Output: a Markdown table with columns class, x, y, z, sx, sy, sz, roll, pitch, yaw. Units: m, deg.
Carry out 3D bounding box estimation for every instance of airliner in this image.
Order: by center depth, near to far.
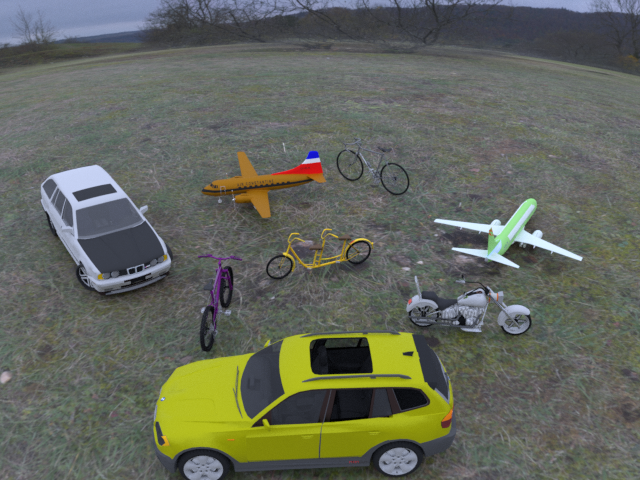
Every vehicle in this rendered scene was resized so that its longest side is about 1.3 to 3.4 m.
| class | x | y | z | sx | sy | sz | roll | pitch | yaw |
| --- | --- | --- | --- | --- | --- | --- | --- | --- | --- |
| airliner | 2.926 | -0.302 | 10.631 | 2.257 | 0.835 | 2.541 | 17 | 34 | 26 |

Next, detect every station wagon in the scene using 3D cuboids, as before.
| class | x | y | z | sx | sy | sz | roll | pitch | yaw |
| --- | --- | --- | --- | --- | --- | --- | --- | --- | --- |
| station wagon | -3.297 | -0.290 | 10.527 | 1.327 | 0.920 | 3.105 | -18 | 35 | -28 |

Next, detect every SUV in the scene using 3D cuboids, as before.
| class | x | y | z | sx | sy | sz | roll | pitch | yaw |
| --- | --- | --- | --- | --- | --- | --- | --- | --- | --- |
| SUV | -0.158 | 1.596 | 7.102 | 3.058 | 1.128 | 1.276 | -2 | 30 | -3 |

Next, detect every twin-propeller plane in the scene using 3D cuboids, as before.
| class | x | y | z | sx | sy | sz | roll | pitch | yaw |
| --- | --- | --- | --- | --- | --- | --- | --- | --- | --- |
| twin-propeller plane | -0.977 | -1.071 | 11.986 | 2.129 | 0.792 | 2.663 | -7 | 31 | -12 |

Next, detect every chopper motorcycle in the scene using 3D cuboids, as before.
| class | x | y | z | sx | sy | sz | roll | pitch | yaw |
| --- | --- | --- | --- | --- | --- | --- | --- | --- | --- |
| chopper motorcycle | 1.878 | 0.822 | 8.786 | 1.563 | 0.761 | 0.466 | 3 | 31 | 5 |

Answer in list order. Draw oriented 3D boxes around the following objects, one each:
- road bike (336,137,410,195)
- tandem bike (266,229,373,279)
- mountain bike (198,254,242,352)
| class | x | y | z | sx | sy | sz | roll | pitch | yaw |
| --- | --- | --- | --- | --- | --- | --- | --- | --- | --- |
| road bike | 0.917 | -1.313 | 12.339 | 1.545 | 0.852 | 0.358 | 21 | 36 | 32 |
| tandem bike | 0.015 | 0.160 | 9.995 | 1.642 | 0.682 | 0.283 | -10 | 32 | -17 |
| mountain bike | -1.300 | 0.720 | 8.855 | 0.573 | 0.868 | 1.469 | 4 | 31 | 6 |
